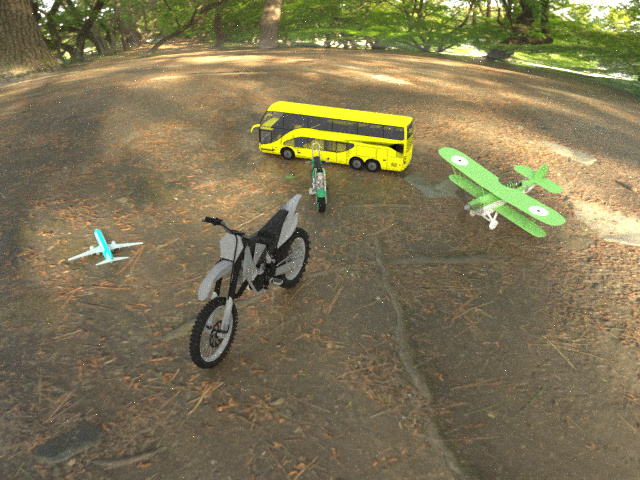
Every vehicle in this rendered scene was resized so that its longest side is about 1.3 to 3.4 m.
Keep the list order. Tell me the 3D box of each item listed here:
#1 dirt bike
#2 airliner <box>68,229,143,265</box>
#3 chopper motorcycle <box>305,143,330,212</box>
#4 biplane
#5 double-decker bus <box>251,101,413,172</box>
[{"bbox_3d":[-0.843,0.387,9.231,1.024,1.666,2.903,14,33,23],"label":"dirt bike"},{"bbox_3d":[-3.425,0.027,11.072,1.161,0.429,1.307,-14,33,-23],"label":"airliner"},{"bbox_3d":[-0.025,-1.150,12.757,0.466,0.761,1.563,-2,30,-4],"label":"chopper motorcycle"},{"bbox_3d":[3.207,-0.786,11.916,2.120,0.981,2.598,-21,36,-32],"label":"biplane"},{"bbox_3d":[0.243,-2.098,14.090,3.251,1.052,0.756,10,32,17],"label":"double-decker bus"}]
